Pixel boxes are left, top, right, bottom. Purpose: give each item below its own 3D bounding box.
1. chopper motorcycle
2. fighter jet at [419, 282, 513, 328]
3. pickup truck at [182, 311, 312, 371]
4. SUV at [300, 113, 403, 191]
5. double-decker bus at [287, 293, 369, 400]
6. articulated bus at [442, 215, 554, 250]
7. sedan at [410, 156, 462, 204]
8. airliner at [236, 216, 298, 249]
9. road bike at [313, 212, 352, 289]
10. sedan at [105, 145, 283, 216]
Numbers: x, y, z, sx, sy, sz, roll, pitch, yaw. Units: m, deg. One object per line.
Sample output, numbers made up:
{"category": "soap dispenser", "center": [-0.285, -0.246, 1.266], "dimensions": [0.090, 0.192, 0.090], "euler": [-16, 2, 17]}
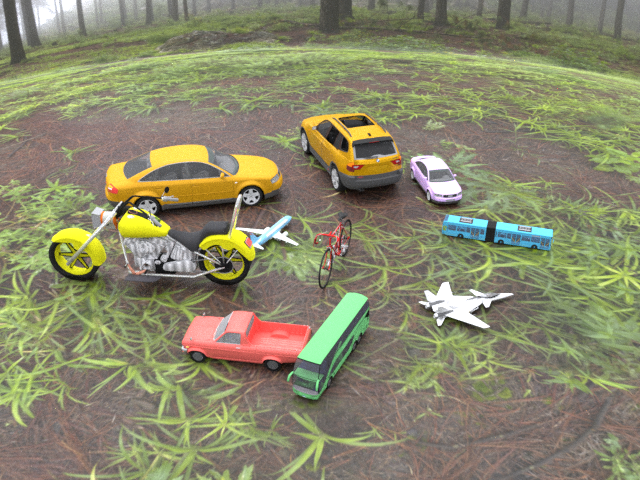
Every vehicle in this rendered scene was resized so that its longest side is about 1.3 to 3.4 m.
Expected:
{"category": "chopper motorcycle", "center": [-2.443, -0.038, 10.025], "dimensions": [3.040, 1.480, 0.906], "euler": [3, 30, 5]}
{"category": "fighter jet", "center": [2.121, 0.812, 9.749], "dimensions": [1.358, 0.286, 1.147], "euler": [-10, 32, -17]}
{"category": "pickup truck", "center": [-0.920, 1.221, 8.817], "dimensions": [1.603, 0.511, 0.640], "euler": [5, 30, 8]}
{"category": "SUV", "center": [0.559, -1.926, 13.639], "dimensions": [1.276, 1.128, 3.058], "euler": [-10, 31, -16]}
{"category": "double-decker bus", "center": [0.154, 1.297, 8.657], "dimensions": [0.389, 0.541, 1.672], "euler": [13, 33, 22]}
{"category": "articulated bus", "center": [2.876, -0.124, 11.363], "dimensions": [1.749, 0.289, 0.311], "euler": [9, 31, 15]}
{"category": "sedan", "center": [2.144, -1.177, 12.988], "dimensions": [0.635, 0.483, 1.613], "euler": [-6, 31, -10]}
{"category": "airliner", "center": [-0.797, -0.206, 11.365], "dimensions": [1.161, 0.429, 1.307], "euler": [15, 33, 24]}
{"category": "road bike", "center": [0.240, 0.081, 10.447], "dimensions": [0.358, 0.852, 1.545], "euler": [10, 32, 17]}
{"category": "sedan", "center": [-2.235, -1.165, 12.512], "dimensions": [3.137, 0.940, 1.235], "euler": [-7, 31, -12]}
